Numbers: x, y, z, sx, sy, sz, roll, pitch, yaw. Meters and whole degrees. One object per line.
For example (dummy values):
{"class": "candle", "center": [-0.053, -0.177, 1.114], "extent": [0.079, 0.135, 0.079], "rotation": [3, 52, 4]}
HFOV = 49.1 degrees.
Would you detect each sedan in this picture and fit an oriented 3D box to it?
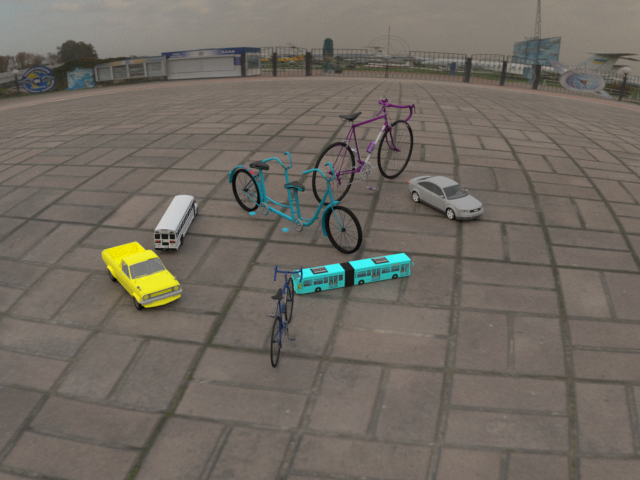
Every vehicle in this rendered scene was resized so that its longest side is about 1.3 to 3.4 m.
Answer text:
{"class": "sedan", "center": [2.219, -0.805, 12.404], "extent": [0.635, 0.483, 1.613], "rotation": [-15, 29, -29]}

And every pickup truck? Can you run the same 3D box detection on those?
{"class": "pickup truck", "center": [-2.521, 0.421, 9.797], "extent": [0.640, 0.511, 1.603], "rotation": [-17, 30, -31]}

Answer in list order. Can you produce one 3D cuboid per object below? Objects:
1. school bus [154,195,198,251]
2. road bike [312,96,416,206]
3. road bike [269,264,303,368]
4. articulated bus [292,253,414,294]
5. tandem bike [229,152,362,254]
{"class": "school bus", "center": [-2.327, -0.325, 11.452], "extent": [0.365, 0.434, 1.708], "rotation": [1, 25, 2]}
{"class": "road bike", "center": [0.863, -1.679, 12.875], "extent": [0.696, 1.656, 3.004], "rotation": [21, 32, 37]}
{"class": "road bike", "center": [-0.449, 0.860, 8.477], "extent": [0.358, 0.852, 1.545], "rotation": [3, 26, 6]}
{"class": "articulated bus", "center": [0.469, 0.473, 9.946], "extent": [1.749, 0.289, 0.311], "rotation": [-8, 27, -17]}
{"class": "tandem bike", "center": [-0.487, -0.767, 11.342], "extent": [0.550, 1.326, 3.192], "rotation": [-23, 34, -39]}
